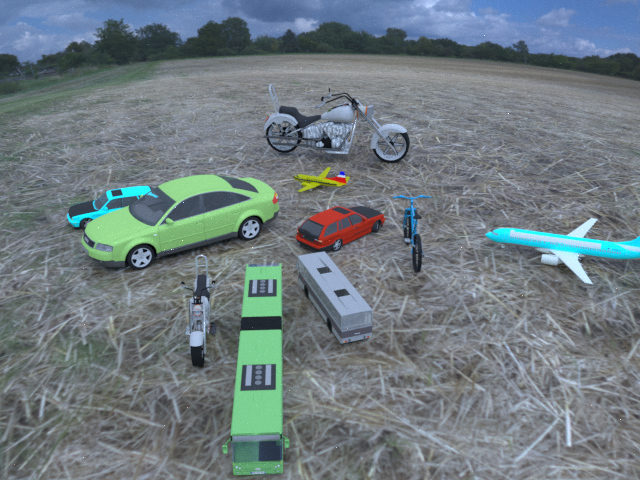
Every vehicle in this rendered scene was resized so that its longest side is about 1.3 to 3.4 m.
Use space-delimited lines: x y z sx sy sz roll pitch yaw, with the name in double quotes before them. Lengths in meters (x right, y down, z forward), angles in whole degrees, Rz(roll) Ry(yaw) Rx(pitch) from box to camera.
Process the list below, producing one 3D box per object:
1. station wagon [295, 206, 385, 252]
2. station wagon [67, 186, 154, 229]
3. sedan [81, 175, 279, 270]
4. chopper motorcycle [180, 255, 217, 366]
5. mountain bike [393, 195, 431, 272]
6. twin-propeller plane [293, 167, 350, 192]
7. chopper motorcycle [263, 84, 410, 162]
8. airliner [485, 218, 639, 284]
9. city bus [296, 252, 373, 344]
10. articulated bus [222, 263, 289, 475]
"station wagon" 0.361 -0.268 11.160 1.597 0.473 0.682 -24 35 -39
"station wagon" -3.429 -0.576 11.787 1.597 0.473 0.682 -10 28 -19
"sedan" -2.138 -0.414 10.929 3.137 0.940 1.235 -16 30 -30
"chopper motorcycle" -1.475 0.841 8.575 0.466 0.761 1.563 -2 26 -5
"mountain bike" 1.391 -0.150 10.472 0.573 0.868 1.469 -1 26 -2
"twin-propeller plane" -0.009 -1.150 13.031 1.095 0.407 1.370 11 28 22
"chopper motorcycle" 0.326 -2.386 14.331 3.040 1.480 0.906 5 27 10
"airliner" 3.761 -0.091 10.389 2.541 0.835 2.257 10 28 19
"city bus" 0.163 0.734 9.135 0.476 0.460 1.674 -9 28 -18
"articulated bus" -0.667 1.263 7.942 0.605 0.561 3.401 -1 26 -3
